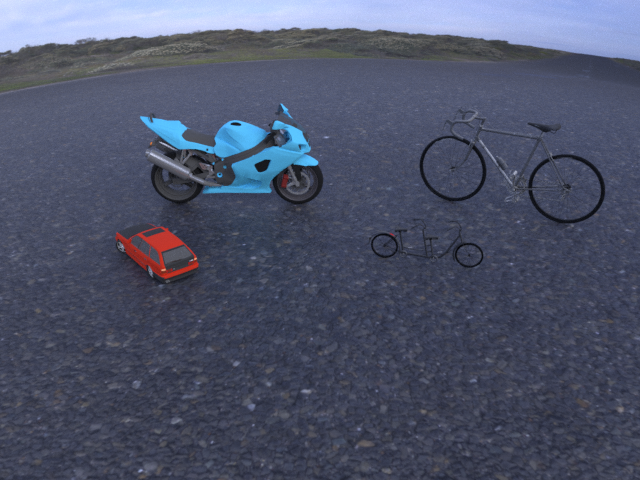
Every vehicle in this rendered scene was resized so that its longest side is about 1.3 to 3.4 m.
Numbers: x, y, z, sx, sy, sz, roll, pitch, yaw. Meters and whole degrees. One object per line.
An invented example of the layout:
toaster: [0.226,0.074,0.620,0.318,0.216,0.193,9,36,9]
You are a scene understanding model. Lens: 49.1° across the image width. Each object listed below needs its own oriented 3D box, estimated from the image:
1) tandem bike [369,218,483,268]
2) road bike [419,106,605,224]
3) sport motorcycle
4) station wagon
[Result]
tandem bike: [1.502,0.022,9.955,1.642,0.682,0.283,7,29,13]
road bike: [3.038,-1.211,11.248,3.004,1.656,0.696,14,31,24]
sport motorcycle: [-1.421,-1.349,11.572,2.955,1.596,0.983,1,28,1]
station wagon: [-2.384,0.082,10.065,0.682,0.473,1.597,-21,34,-34]
